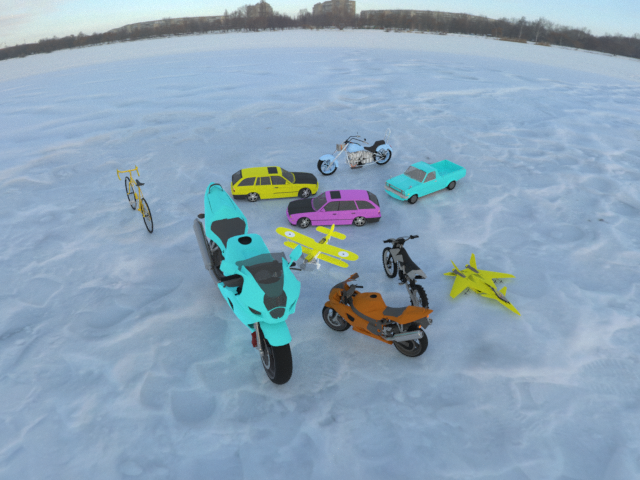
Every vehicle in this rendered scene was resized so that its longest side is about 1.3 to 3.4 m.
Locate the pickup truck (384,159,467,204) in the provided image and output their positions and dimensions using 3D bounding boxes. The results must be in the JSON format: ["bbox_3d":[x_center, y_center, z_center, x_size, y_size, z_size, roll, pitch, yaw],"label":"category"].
[{"bbox_3d":[1.946,-1.148,12.852,1.603,0.511,0.640,-20,36,-31],"label":"pickup truck"}]

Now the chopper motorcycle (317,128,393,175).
[{"bbox_3d":[0.692,-1.710,13.573,1.563,0.761,0.466,-11,32,-18],"label":"chopper motorcycle"}]

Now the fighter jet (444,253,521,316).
[{"bbox_3d":[2.406,0.651,9.973,1.147,0.286,1.358,-15,33,-24],"label":"fighter jet"}]

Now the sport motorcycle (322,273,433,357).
[{"bbox_3d":[0.696,0.974,8.884,1.520,0.821,0.506,16,34,25],"label":"sport motorcycle"}]

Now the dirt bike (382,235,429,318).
[{"bbox_3d":[1.180,0.417,9.808,0.527,0.857,1.493,-9,31,-15],"label":"dirt bike"}]

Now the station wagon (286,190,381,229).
[{"bbox_3d":[0.223,-0.560,11.876,1.597,0.473,0.682,-2,30,-4],"label":"station wagon"}]

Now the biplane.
[{"bbox_3d":[0.016,0.103,10.702,1.336,0.504,1.090,13,32,21],"label":"biplane"}]

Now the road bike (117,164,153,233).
[{"bbox_3d":[-3.067,-0.716,11.768,0.358,0.852,1.545,-16,34,-25],"label":"road bike"}]

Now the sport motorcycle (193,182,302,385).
[{"bbox_3d":[-0.948,0.483,8.959,0.983,1.596,2.955,-12,32,-19],"label":"sport motorcycle"}]

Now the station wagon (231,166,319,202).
[{"bbox_3d":[-0.821,-1.060,12.739,1.597,0.473,0.682,-4,30,-7],"label":"station wagon"}]
